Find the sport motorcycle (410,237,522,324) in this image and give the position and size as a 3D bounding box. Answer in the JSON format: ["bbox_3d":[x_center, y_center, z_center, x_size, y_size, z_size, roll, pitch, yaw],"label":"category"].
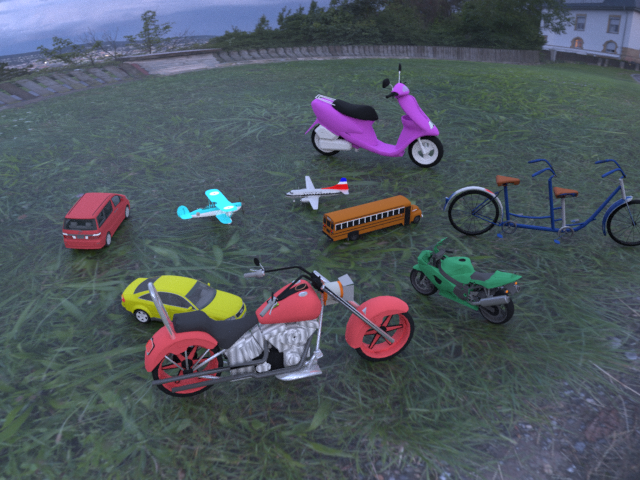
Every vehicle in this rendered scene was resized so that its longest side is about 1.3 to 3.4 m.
[{"bbox_3d":[1.820,0.530,8.960,1.520,0.821,0.506,21,35,33],"label":"sport motorcycle"}]

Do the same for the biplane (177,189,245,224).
[{"bbox_3d":[-1.729,-0.480,11.149,1.090,0.504,1.336,-11,30,-20],"label":"biplane"}]

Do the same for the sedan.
[{"bbox_3d":[-1.728,0.763,8.885,1.613,0.483,0.635,8,29,14],"label":"sedan"}]

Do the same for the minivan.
[{"bbox_3d":[-3.455,-0.401,10.887,0.681,0.616,1.548,2,29,3],"label":"minivan"}]

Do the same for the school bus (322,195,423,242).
[{"bbox_3d":[0.860,-0.357,10.996,1.708,0.434,0.365,-15,32,-25],"label":"school bus"}]

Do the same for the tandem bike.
[{"bbox_3d":[3.480,-0.573,10.461,3.192,1.326,0.550,4,29,8],"label":"tandem bike"}]

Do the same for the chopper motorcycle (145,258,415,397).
[{"bbox_3d":[-0.380,0.890,7.610,3.040,1.480,0.906,-9,30,-16],"label":"chopper motorcycle"}]

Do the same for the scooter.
[{"bbox_3d":[1.021,-2.327,13.203,2.721,1.786,1.288,9,30,16],"label":"scooter"}]

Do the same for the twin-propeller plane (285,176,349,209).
[{"bbox_3d":[-0.055,-0.851,11.933,1.095,0.407,1.370,-3,29,-6],"label":"twin-propeller plane"}]
